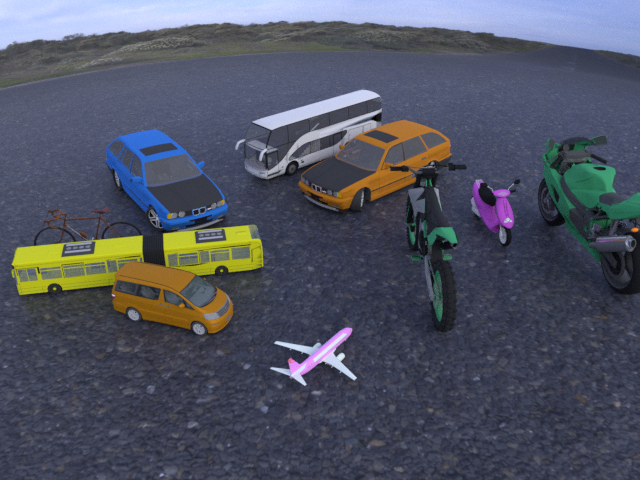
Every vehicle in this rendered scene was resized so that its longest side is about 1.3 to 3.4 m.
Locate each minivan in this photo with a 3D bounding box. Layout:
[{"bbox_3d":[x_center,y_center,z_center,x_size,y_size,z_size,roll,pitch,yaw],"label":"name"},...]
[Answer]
[{"bbox_3d":[-1.893,0.727,9.014,1.548,0.616,0.681,9,30,16],"label":"minivan"}]

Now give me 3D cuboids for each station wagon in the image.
[{"bbox_3d":[-2.695,-1.119,12.014,1.327,0.920,3.105,-17,33,-28],"label":"station wagon"},{"bbox_3d":[1.028,-1.421,12.557,3.105,0.920,1.327,-25,38,-37],"label":"station wagon"}]

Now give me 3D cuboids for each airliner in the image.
[{"bbox_3d":[0.016,1.262,8.246,1.161,0.429,1.307,19,34,31],"label":"airliner"}]

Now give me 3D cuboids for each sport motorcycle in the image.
[{"bbox_3d":[3.974,-0.471,10.157,0.983,1.596,2.955,-6,30,-10],"label":"sport motorcycle"}]

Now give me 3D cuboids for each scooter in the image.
[{"bbox_3d":[2.723,-0.576,11.042,0.662,0.919,1.399,-6,30,-11],"label":"scooter"}]

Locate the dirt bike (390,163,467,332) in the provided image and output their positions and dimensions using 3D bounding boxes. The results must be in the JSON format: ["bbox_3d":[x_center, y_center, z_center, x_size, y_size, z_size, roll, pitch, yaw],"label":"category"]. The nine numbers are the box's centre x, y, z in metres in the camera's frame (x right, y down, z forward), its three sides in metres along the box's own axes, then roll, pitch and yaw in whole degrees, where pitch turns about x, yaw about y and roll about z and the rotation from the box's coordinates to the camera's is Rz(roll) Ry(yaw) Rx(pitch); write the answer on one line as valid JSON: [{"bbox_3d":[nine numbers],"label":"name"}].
[{"bbox_3d":[1.465,-0.120,9.455,1.024,1.666,2.903,-2,29,-3],"label":"dirt bike"}]

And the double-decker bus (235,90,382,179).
[{"bbox_3d":[-0.110,-2.059,13.566,3.251,1.052,0.756,-24,37,-36],"label":"double-decker bus"}]

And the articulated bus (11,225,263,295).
[{"bbox_3d":[-2.528,0.265,9.899,3.401,0.561,0.605,-6,30,-10],"label":"articulated bus"}]

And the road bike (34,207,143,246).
[{"bbox_3d":[-3.390,-0.081,10.222,1.545,0.852,0.358,-5,29,-8],"label":"road bike"}]
